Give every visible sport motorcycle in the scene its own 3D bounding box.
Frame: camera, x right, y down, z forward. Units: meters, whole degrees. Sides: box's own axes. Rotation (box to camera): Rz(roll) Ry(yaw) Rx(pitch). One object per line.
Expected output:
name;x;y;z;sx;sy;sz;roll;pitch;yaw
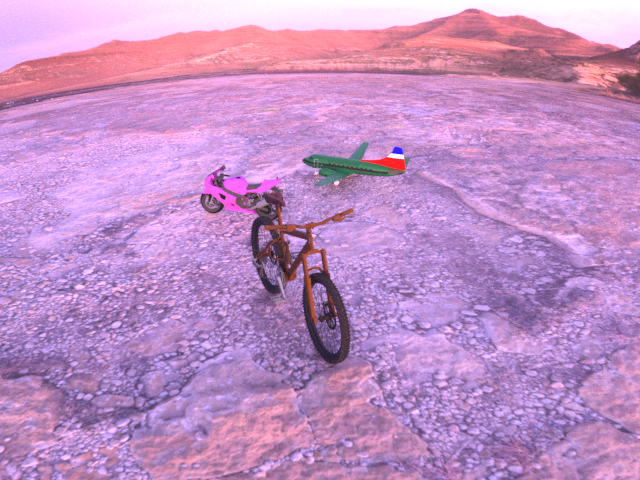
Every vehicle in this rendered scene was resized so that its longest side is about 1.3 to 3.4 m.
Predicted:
sport motorcycle;-1.347;-0.772;11.903;1.520;0.821;0.506;8;27;15

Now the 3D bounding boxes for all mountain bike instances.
mountain bike;-0.330;0.294;8.773;1.114;1.688;2.857;-12;29;-23

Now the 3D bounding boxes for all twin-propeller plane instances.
twin-propeller plane;0.628;-1.520;13.449;2.129;0.792;2.663;11;28;20
